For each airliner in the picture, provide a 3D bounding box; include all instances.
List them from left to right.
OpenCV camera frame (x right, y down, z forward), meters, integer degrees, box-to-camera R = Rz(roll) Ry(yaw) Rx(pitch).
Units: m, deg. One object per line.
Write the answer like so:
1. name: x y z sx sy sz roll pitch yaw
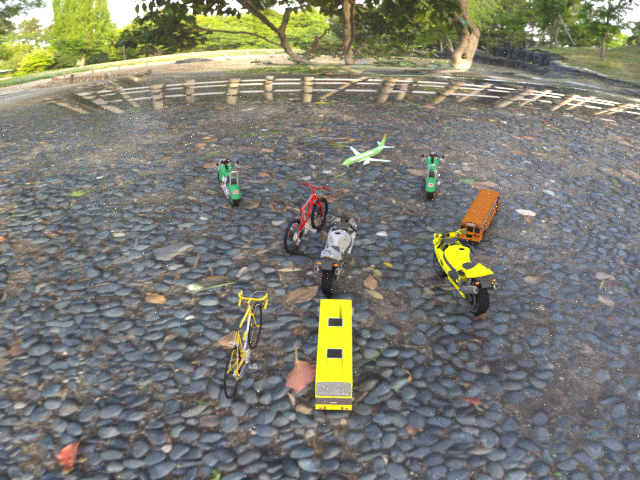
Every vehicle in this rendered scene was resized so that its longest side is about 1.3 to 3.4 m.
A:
1. airliner: 0.941 -1.844 14.531 1.307 0.429 1.161 -23 36 -37

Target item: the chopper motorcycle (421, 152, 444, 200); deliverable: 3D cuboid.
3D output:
1. chopper motorcycle: 2.109 -1.326 13.194 0.466 0.761 1.563 4 28 8

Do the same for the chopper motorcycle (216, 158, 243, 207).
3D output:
1. chopper motorcycle: -1.705 -1.166 12.893 0.466 0.761 1.563 -9 29 -16

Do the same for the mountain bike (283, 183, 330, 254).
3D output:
1. mountain bike: -0.209 -0.383 11.295 0.573 0.868 1.469 13 31 24

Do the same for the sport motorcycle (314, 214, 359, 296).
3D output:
1. sport motorcycle: 0.252 0.184 10.269 0.506 0.821 1.520 6 28 12

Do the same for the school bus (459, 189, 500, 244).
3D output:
1. school bus: 2.736 -0.443 11.872 0.365 0.434 1.708 12 30 21

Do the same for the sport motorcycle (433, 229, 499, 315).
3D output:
1. sport motorcycle: 1.979 0.409 9.845 0.506 0.821 1.520 -9 29 -16

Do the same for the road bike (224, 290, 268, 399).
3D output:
1. road bike: -0.906 1.184 8.344 0.358 0.852 1.545 5 28 10

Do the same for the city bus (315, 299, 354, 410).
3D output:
1. city bus: 0.180 1.356 8.436 0.476 0.460 1.674 1 28 2
